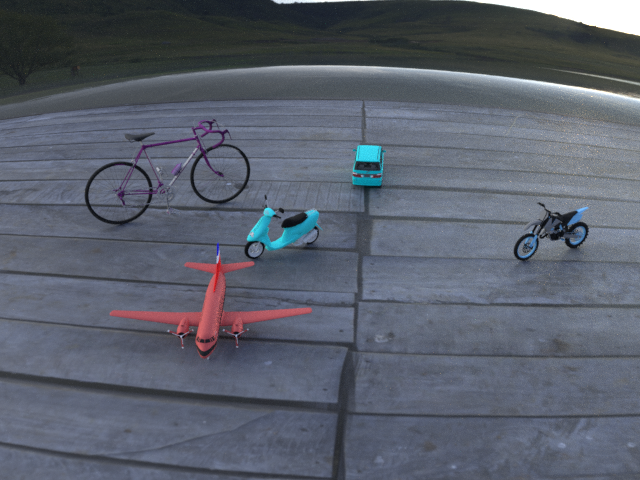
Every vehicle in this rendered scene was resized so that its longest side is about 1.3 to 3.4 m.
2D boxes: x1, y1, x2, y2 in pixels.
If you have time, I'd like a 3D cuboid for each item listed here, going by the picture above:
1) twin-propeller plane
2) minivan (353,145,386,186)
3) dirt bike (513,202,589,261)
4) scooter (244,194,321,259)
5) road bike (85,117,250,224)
[{"bbox_3d":[-1.442,0.809,9.406,2.663,0.792,2.129,-1,28,-1],"label":"twin-propeller plane"},{"bbox_3d":[0.979,-1.578,14.092,0.681,0.616,1.548,3,28,5],"label":"minivan"},{"bbox_3d":[3.727,-0.152,11.148,1.493,0.857,0.527,-12,30,-22],"label":"dirt bike"},{"bbox_3d":[-0.585,-0.235,11.238,1.399,0.919,0.662,-15,31,-26],"label":"scooter"},{"bbox_3d":[-2.633,-1.220,12.308,3.004,1.656,0.696,-14,31,-24],"label":"road bike"}]
